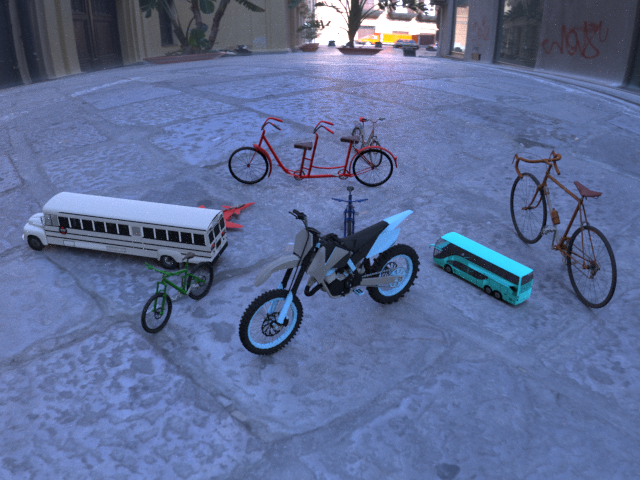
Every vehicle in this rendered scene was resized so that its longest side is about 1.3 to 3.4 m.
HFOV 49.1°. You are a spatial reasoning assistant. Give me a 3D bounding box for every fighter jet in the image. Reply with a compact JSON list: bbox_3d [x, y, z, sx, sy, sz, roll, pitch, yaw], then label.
[{"bbox_3d":[-1.643,-0.511,12.157,1.147,0.286,1.358,25,38,37],"label":"fighter jet"}]

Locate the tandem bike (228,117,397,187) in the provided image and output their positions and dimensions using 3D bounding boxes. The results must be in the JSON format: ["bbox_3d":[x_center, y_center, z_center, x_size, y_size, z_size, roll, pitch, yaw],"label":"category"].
[{"bbox_3d":[-0.144,-1.614,13.059,3.192,1.326,0.550,1,29,2],"label":"tandem bike"}]

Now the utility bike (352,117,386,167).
[{"bbox_3d":[1.000,-2.127,14.361,0.535,0.946,1.435,-11,31,-19],"label":"utility bike"}]

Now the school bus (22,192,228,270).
[{"bbox_3d":[-3.135,-0.181,11.000,3.322,0.844,0.709,7,30,12],"label":"school bus"}]

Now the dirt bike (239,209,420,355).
[{"bbox_3d":[0.215,0.434,9.065,2.903,1.666,1.024,-19,35,-30],"label":"dirt bike"}]

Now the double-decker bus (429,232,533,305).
[{"bbox_3d":[2.348,0.380,10.310,0.389,0.541,1.672,-22,36,-34],"label":"double-decker bus"}]

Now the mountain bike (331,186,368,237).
[{"bbox_3d":[0.478,-0.397,11.360,0.573,0.868,1.469,1,29,3],"label":"mountain bike"}]

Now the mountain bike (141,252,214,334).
[{"bbox_3d":[-1.929,0.636,9.520,0.573,0.868,1.469,16,33,26],"label":"mountain bike"}]

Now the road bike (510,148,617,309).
[{"bbox_3d":[3.544,-0.285,10.356,0.696,1.656,3.004,-6,30,-11],"label":"road bike"}]
